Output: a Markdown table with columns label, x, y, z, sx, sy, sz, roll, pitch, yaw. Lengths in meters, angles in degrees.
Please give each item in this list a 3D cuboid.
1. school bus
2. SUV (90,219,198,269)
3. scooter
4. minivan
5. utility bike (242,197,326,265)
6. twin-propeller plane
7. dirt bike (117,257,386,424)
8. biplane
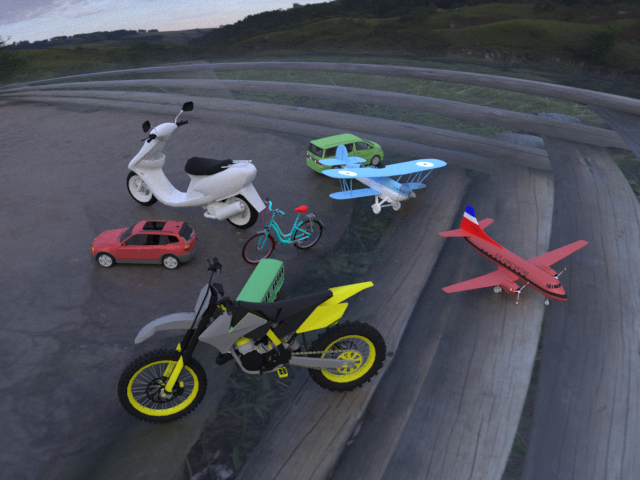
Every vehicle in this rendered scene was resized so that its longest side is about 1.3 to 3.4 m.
| label | x | y | z | sx | sy | sz | roll | pitch | yaw |
| --- | --- | --- | --- | --- | --- | --- | --- | --- | --- |
| school bus | -0.858 | 0.840 | 9.058 | 0.365 | 0.434 | 1.708 | 7 | 29 | 12 |
| SUV | -2.612 | 0.026 | 10.397 | 1.572 | 0.580 | 0.656 | 2 | 29 | 3 |
| scooter | -2.117 | -1.179 | 11.346 | 2.721 | 1.786 | 1.288 | 13 | 31 | 23 |
| minivan | 0.509 | -1.709 | 13.538 | 1.548 | 0.616 | 0.681 | -17 | 33 | -28 |
| utility bike | -0.494 | -0.145 | 10.329 | 1.435 | 0.946 | 0.535 | -17 | 33 | -28 |
| twin-propeller plane | 2.670 | 0.214 | 9.831 | 2.663 | 0.792 | 2.129 | -16 | 32 | -26 |
| dirt bike | -0.665 | 1.088 | 7.317 | 2.903 | 1.666 | 1.024 | -7 | 29 | -13 |
| biplane | 0.938 | -1.081 | 12.007 | 2.598 | 0.981 | 2.120 | -19 | 34 | -31 |
